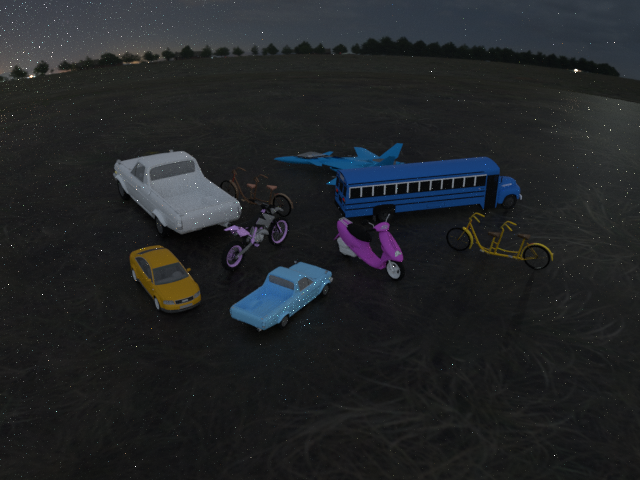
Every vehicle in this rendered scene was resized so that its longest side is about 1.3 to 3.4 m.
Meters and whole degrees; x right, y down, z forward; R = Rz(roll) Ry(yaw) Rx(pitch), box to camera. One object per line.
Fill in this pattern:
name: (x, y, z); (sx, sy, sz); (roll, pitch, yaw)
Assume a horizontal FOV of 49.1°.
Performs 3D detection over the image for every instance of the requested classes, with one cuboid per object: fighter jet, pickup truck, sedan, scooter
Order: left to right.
sedan: (-2.182, 0.481, 9.794); (0.635, 0.483, 1.613); (-15, 30, -28)
pickup truck: (-2.542, -0.925, 12.060); (1.244, 0.993, 3.117); (-16, 31, -30)
pickup truck: (-0.482, 0.691, 9.338); (0.640, 0.511, 1.603); (17, 31, 30)
fighter jet: (0.315, -1.660, 14.038); (2.640, 0.557, 2.229); (7, 27, 15)
scooter: (0.723, -0.006, 10.287); (0.662, 0.919, 1.399); (-22, 34, -38)

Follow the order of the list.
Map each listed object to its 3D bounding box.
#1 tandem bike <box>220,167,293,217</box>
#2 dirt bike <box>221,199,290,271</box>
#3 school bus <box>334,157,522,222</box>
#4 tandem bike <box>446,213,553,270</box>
tandem bike: (-1.142, -0.860, 12.280); (1.642, 0.682, 0.283); (17, 31, 30)
dirt bike: (-0.968, -0.125, 10.597); (0.527, 0.857, 1.493); (19, 32, 33)
school bus: (1.936, -0.908, 12.195); (3.322, 0.844, 0.709); (-6, 27, -13)
tandem bike: (2.690, 0.002, 10.538); (1.642, 0.682, 0.283); (14, 30, 26)
